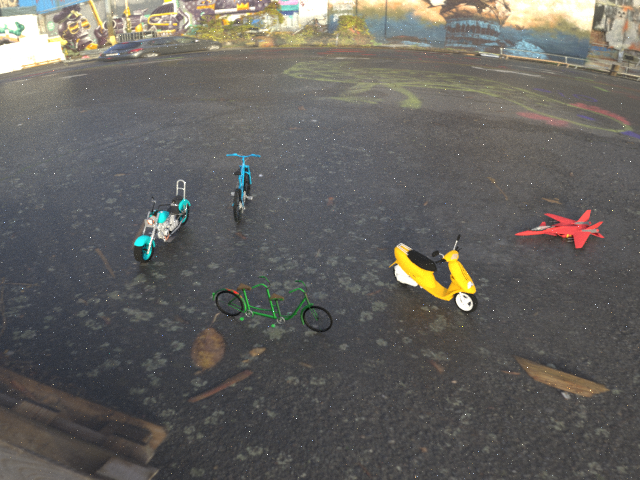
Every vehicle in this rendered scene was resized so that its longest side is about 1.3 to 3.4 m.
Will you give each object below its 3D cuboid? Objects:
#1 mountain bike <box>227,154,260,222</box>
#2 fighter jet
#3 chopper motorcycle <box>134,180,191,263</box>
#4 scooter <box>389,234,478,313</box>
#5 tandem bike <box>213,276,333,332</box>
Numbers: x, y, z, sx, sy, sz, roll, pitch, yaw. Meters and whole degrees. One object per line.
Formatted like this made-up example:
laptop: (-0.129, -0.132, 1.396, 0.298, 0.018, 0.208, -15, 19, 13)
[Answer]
mountain bike: (-1.307, -0.924, 11.756, 0.573, 0.868, 1.469, 2, 30, 3)
fighter jet: (3.746, -0.211, 11.091, 1.358, 0.286, 1.147, -4, 30, -8)
chopper motorcycle: (-2.429, -0.301, 10.769, 0.466, 0.761, 1.563, 9, 31, 15)
scooter: (1.531, 0.383, 9.407, 1.399, 0.919, 0.662, 23, 37, 35)
tandem bike: (-0.623, 0.789, 8.932, 1.642, 0.682, 0.283, 9, 31, 15)
